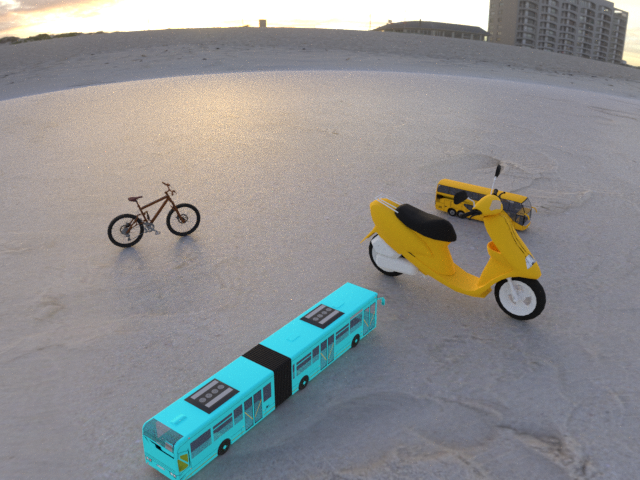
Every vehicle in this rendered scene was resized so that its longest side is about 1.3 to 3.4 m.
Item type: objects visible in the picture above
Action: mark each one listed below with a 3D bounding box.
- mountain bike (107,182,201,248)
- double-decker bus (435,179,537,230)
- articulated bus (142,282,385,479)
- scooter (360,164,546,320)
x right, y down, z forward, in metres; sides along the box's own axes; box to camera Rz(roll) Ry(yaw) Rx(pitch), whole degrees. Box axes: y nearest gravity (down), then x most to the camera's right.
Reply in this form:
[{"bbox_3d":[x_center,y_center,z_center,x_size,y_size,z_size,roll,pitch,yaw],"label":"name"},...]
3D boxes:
[{"bbox_3d":[-2.584,-0.370,10.908,1.469,0.868,0.573,-12,29,-23],"label":"mountain bike"},{"bbox_3d":[2.747,-0.588,11.717,1.672,0.541,0.389,16,31,30],"label":"double-decker bus"},{"bbox_3d":[-0.457,1.402,7.683,0.605,0.561,3.401,19,32,33],"label":"articulated bus"},{"bbox_3d":[1.728,-0.056,9.243,2.721,1.786,1.288,18,32,32],"label":"scooter"}]
